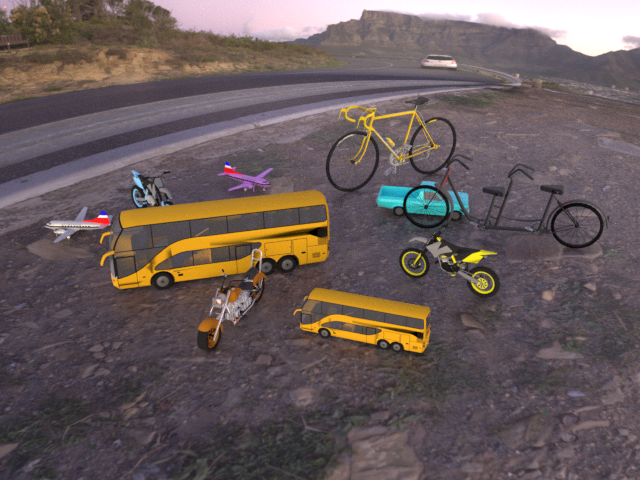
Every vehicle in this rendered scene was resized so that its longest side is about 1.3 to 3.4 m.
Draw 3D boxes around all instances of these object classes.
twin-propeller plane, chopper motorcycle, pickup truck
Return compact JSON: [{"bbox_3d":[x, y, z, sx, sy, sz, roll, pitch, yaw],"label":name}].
[{"bbox_3d":[-1.386,-1.205,13.269,1.095,0.407,1.370,15,30,28],"label":"twin-propeller plane"},{"bbox_3d":[-3.954,-0.290,11.390,1.095,0.407,1.370,1,26,2],"label":"twin-propeller plane"},{"bbox_3d":[-1.106,0.741,8.868,0.466,0.761,1.563,11,28,21],"label":"chopper motorcycle"},{"bbox_3d":[1.797,-0.727,12.170,1.603,0.511,0.640,5,26,10],"label":"pickup truck"}]

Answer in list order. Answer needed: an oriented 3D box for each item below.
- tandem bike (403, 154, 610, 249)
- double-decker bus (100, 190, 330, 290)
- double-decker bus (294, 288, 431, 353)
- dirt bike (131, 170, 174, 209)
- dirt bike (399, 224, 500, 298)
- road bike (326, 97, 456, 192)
[{"bbox_3d":[2.888,-0.617,11.011,3.192,1.326,0.550,8,27,16],"label":"tandem bike"},{"bbox_3d":[-1.472,-0.010,10.078,3.251,1.052,0.756,-7,27,-15],"label":"double-decker bus"},{"bbox_3d":[0.520,0.976,8.635,1.672,0.541,0.389,9,27,17],"label":"double-decker bus"},{"bbox_3d":[-2.811,-0.753,11.826,0.527,0.857,1.493,-22,33,-37],"label":"dirt bike"},{"bbox_3d":[1.785,0.282,9.701,1.493,0.857,0.527,15,30,28],"label":"dirt bike"},{"bbox_3d":[1.410,-1.859,13.187,3.004,1.656,0.697,-14,29,-27],"label":"road bike"}]
